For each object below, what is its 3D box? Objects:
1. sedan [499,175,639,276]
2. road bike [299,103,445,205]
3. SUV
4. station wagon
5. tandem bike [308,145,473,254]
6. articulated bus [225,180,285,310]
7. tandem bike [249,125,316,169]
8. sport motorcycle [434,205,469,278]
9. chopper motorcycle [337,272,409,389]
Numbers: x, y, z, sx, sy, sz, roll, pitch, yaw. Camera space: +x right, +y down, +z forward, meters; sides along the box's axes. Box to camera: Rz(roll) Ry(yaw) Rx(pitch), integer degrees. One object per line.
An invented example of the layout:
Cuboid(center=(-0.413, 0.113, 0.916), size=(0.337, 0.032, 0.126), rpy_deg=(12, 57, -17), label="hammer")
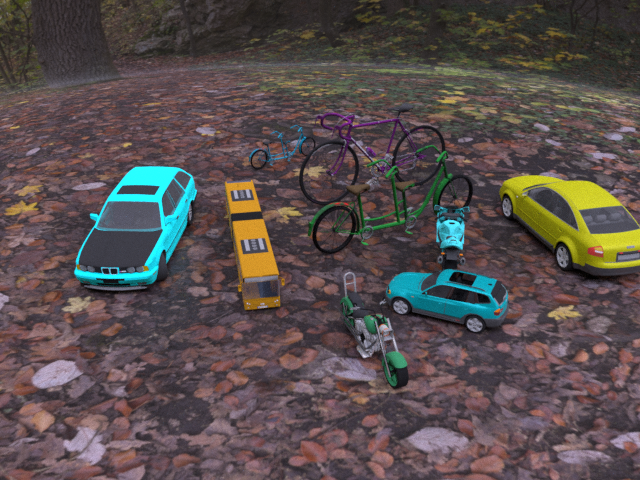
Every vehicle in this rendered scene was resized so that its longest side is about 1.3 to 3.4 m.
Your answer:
Cuboid(center=(3.862, -0.438, 10.840), size=(1.235, 0.940, 3.137), rpy_deg=(-6, 27, -12), label="sedan")
Cuboid(center=(0.984, -1.555, 12.252), size=(3.004, 1.656, 0.697), rpy_deg=(-13, 30, -24), label="road bike")
Cuboid(center=(1.632, 0.691, 9.010), size=(1.572, 0.580, 0.656), rpy_deg=(12, 29, 22), label="SUV")
Cuboid(center=(-2.726, -0.319, 10.627), size=(1.327, 0.920, 3.105), rpy_deg=(1, 27, 2), label="station wagon")
Cuboid(center=(1.187, -0.668, 10.866), size=(3.192, 1.326, 0.550), rpy_deg=(-15, 31, -28), label="tandem bike")
Cuboid(center=(-1.065, -0.047, 10.487), size=(0.605, 0.561, 3.401), rpy_deg=(-5, 27, -10), label="articulated bus")
Cuboid(center=(-0.735, -1.864, 13.940), size=(1.642, 0.682, 0.283), rpy_deg=(-20, 33, -34), label="tandem bike")
Cuboid(center=(1.861, 0.048, 10.013), size=(0.506, 0.821, 1.520), rpy_deg=(4, 27, 8), label="sport motorcycle")
Cuboid(center=(0.612, 1.028, 8.144), size=(0.466, 0.761, 1.563), rpy_deg=(-10, 29, -20), label="chopper motorcycle")
